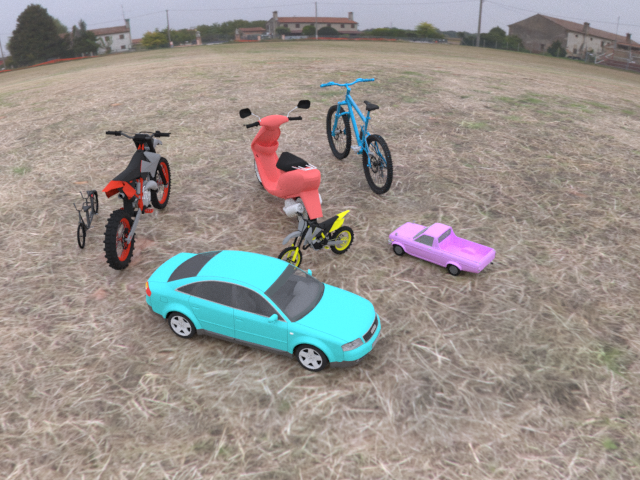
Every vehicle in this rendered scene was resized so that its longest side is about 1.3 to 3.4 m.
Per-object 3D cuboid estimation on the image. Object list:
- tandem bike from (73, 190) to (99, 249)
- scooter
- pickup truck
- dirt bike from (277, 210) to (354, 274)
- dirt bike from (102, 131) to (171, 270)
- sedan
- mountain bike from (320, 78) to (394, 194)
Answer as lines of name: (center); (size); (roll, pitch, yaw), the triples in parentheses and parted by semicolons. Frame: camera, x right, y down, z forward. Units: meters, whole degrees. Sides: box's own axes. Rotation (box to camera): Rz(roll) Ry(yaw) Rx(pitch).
tandem bike: (-3.816, -0.479, 11.484); (0.283, 0.682, 1.642); (-3, 29, -5)
scooter: (-0.621, -1.358, 11.925); (1.288, 1.786, 2.721); (-13, 32, -22)
pickup truck: (1.839, 0.075, 10.667); (1.603, 0.511, 0.640); (21, 35, 32)
dirt bike: (-0.051, -0.009, 10.462); (1.493, 0.857, 0.527); (-22, 36, -34)
dirt bike: (-2.886, -0.824, 11.091); (1.024, 1.666, 2.903); (3, 29, 5)
sedan: (-0.752, 0.764, 8.996); (3.137, 0.940, 1.235); (11, 31, 19)
mountain bike: (0.708, -2.032, 13.231); (1.114, 1.688, 2.857); (-11, 31, -19)
